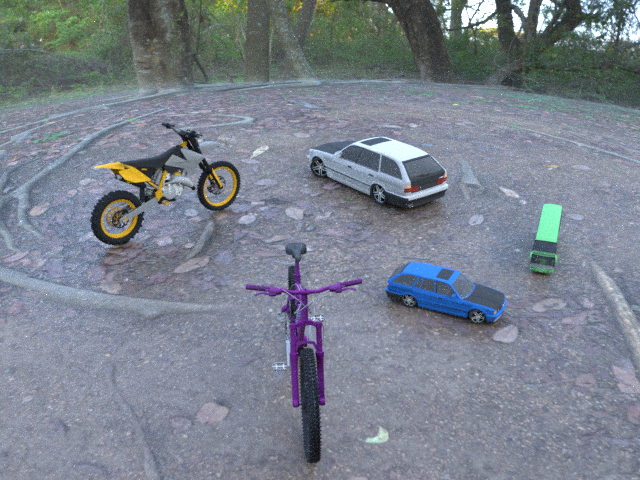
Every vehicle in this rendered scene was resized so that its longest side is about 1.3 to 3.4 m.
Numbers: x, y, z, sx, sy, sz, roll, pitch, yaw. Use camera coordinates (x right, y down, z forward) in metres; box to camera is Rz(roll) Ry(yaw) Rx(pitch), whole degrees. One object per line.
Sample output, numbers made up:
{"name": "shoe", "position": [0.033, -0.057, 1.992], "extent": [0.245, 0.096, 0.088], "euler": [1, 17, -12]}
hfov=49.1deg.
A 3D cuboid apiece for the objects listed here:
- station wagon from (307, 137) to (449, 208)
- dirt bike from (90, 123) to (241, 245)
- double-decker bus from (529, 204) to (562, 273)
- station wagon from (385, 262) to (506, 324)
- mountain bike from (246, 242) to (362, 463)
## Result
{"name": "station wagon", "position": [1.021, -1.497, 13.565], "extent": [1.327, 0.920, 3.105], "euler": [-18, 31, -34]}
{"name": "dirt bike", "position": [-2.510, -0.995, 11.622], "extent": [2.903, 1.666, 1.024], "euler": [-22, 33, -39]}
{"name": "double-decker bus", "position": [3.531, -0.026, 10.885], "extent": [0.389, 0.541, 1.672], "euler": [9, 27, 19]}
{"name": "station wagon", "position": [1.713, 0.673, 9.479], "extent": [1.597, 0.473, 0.682], "euler": [12, 28, 25]}
{"name": "mountain bike", "position": [-0.203, 0.951, 7.464], "extent": [1.114, 1.688, 2.857], "euler": [-3, 25, -6]}
